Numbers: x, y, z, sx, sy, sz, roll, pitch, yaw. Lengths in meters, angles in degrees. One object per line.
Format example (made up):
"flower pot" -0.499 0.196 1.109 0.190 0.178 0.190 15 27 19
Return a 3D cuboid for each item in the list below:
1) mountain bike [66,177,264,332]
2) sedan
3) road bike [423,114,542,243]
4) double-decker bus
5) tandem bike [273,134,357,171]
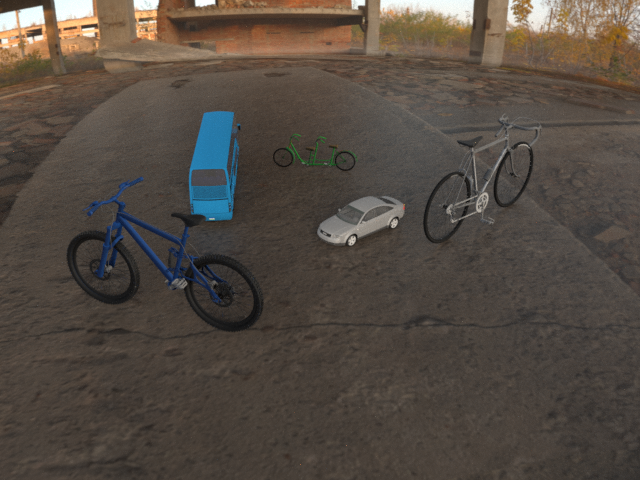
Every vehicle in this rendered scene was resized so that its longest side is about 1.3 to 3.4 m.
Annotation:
"mountain bike" -2.033 0.253 8.828 2.857 1.688 1.114 10 30 18
"sedan" 0.668 -0.362 11.214 1.613 0.483 0.635 -22 36 -35
"road bike" 2.625 -1.016 11.190 3.004 1.656 0.696 -25 37 -38
"double-decker bus" -1.855 -1.425 12.572 0.756 1.052 3.251 -2 29 -3
"tandem bike" -0.099 -1.672 13.411 1.642 0.682 0.283 4 29 7
